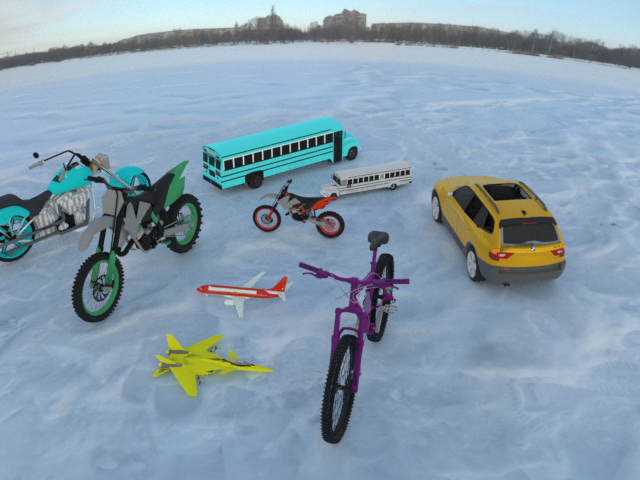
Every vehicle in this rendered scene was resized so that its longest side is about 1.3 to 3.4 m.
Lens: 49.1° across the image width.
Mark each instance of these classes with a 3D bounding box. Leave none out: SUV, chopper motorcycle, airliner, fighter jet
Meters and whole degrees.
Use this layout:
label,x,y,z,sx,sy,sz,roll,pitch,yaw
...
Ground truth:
label,x,y,z,sx,sy,sz,roll,pitch,yaw
SUV,2.610,-0.383,10.530,1.276,1.128,3.058,-3,28,-6
chopper motorcycle,-3.887,-0.733,10.818,0.906,1.480,3.040,19,33,32
airliner,-1.042,0.619,9.374,1.307,0.429,1.161,5,28,9
fighter jet,-1.199,1.378,8.083,1.358,0.286,1.147,4,28,8

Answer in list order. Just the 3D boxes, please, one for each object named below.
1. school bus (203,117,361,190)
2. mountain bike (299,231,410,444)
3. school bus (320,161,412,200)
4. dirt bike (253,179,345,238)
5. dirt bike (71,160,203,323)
label,x,y,z,sx,sy,sz,roll,pitch,yaw
school bus,-0.627,-1.696,13.334,3.322,0.844,0.709,-20,34,-33
mountain bike,0.472,0.826,7.626,1.114,1.688,2.857,8,29,15
school bus,0.824,-1.080,12.601,1.708,0.434,0.365,-11,30,-20
dirt bike,-0.345,-0.458,10.965,1.493,0.857,0.527,5,28,10
dirt bike,-2.413,-0.152,9.511,1.024,1.666,2.903,11,30,19
